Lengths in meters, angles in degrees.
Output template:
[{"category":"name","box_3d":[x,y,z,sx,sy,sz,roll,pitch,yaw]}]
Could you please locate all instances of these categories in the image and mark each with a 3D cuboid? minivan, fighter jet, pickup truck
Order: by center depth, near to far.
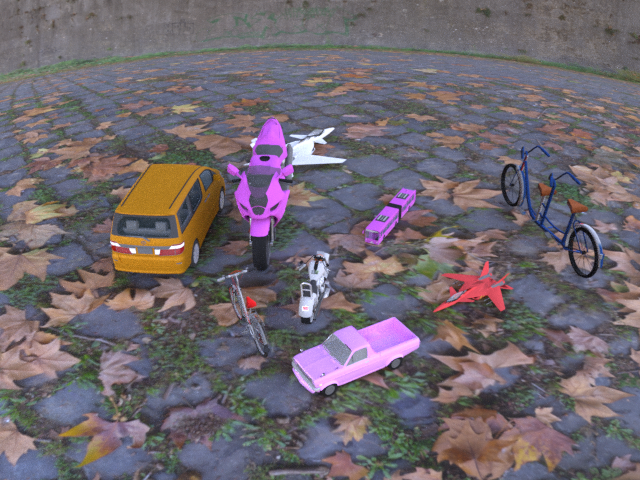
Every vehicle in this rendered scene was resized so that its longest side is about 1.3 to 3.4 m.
[{"category":"pickup truck","box_3d":[0.454,1.375,8.685,1.603,0.511,0.640,-17,34,-26]},{"category":"fighter jet","box_3d":[2.114,0.716,10.033,1.358,0.286,1.147,-21,36,-32]},{"category":"minivan","box_3d":[-2.376,-0.580,11.348,1.324,1.197,3.011,3,30,5]},{"category":"fighter jet","box_3d":[-0.364,-2.067,14.524,2.229,0.557,2.640,17,34,26]}]

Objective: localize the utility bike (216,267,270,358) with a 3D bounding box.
[{"category":"utility bike","box_3d":[-0.995,0.897,9.071,0.535,0.946,1.435,-13,33,-22]}]

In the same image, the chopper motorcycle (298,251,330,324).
[{"category":"chopper motorcycle","box_3d":[-0.057,0.535,9.872,0.466,0.761,1.563,5,31,9]}]

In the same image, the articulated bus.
[{"category":"articulated bus","box_3d":[1.221,-0.431,11.992,0.311,0.289,1.749,14,33,23]}]

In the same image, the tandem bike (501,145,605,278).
[{"category":"tandem bike","box_3d":[3.674,-0.610,11.271,0.550,1.326,3.192,-7,31,-11]}]

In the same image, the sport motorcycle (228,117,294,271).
[{"category":"sport motorcycle","box_3d":[-0.865,-0.806,11.339,0.983,1.596,2.955,1,30,1]}]
